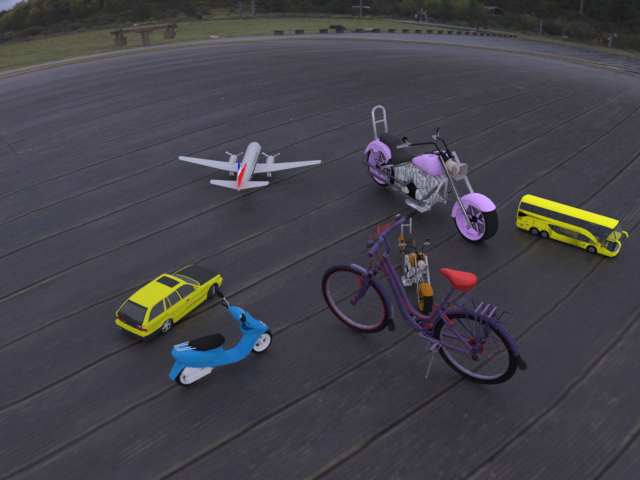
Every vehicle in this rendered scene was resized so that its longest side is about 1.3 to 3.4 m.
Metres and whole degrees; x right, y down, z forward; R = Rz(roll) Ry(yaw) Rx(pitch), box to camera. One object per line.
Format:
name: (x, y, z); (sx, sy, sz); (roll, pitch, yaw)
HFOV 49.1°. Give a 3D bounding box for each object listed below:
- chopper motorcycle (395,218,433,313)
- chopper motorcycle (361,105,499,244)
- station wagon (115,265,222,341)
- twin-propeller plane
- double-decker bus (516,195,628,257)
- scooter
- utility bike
chopper motorcycle: (1.353, 0.329, 9.917); (0.466, 0.761, 1.563); (-4, 31, -6)
chopper motorcycle: (1.784, -1.130, 11.630); (0.906, 1.480, 3.040); (-20, 37, -29)
station wagon: (-2.016, 0.740, 9.517); (0.682, 0.473, 1.597); (19, 36, 28)
twin-propeller plane: (-1.321, -1.445, 12.812); (2.663, 0.792, 2.129); (2, 31, 3)
double-decker bus: (3.944, -0.224, 11.041); (1.672, 0.541, 0.389); (21, 37, 31)
scooter: (-1.172, 1.183, 8.358); (1.399, 0.919, 0.662); (-21, 37, -30)
utility bike: (1.106, 0.728, 8.220); (2.791, 1.839, 1.039); (20, 37, 30)
